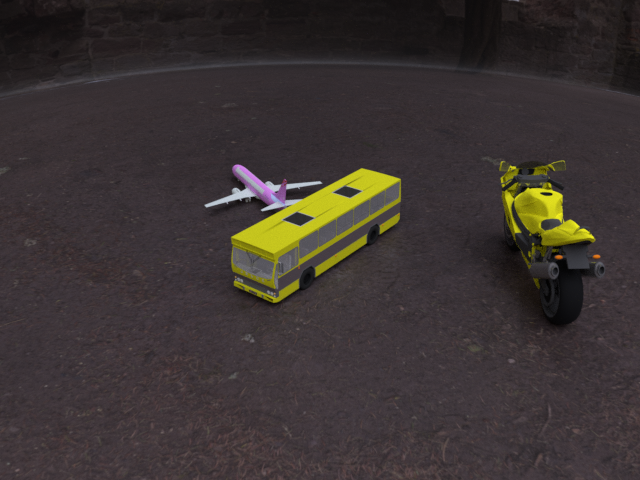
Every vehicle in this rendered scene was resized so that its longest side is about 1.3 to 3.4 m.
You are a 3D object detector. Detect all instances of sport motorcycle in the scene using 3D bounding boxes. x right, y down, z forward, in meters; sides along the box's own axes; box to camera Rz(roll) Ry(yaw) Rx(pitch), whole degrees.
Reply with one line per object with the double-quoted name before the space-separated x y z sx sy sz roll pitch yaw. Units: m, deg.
"sport motorcycle" 3.144 -0.092 9.940 0.983 1.596 2.955 -1 28 -2

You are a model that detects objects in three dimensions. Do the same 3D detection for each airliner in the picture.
"airliner" -1.114 -1.110 12.693 2.257 0.835 2.541 -14 31 -24

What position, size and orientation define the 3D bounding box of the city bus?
"city bus" 0.050 -0.132 10.771 0.926 0.894 3.255 20 34 33
